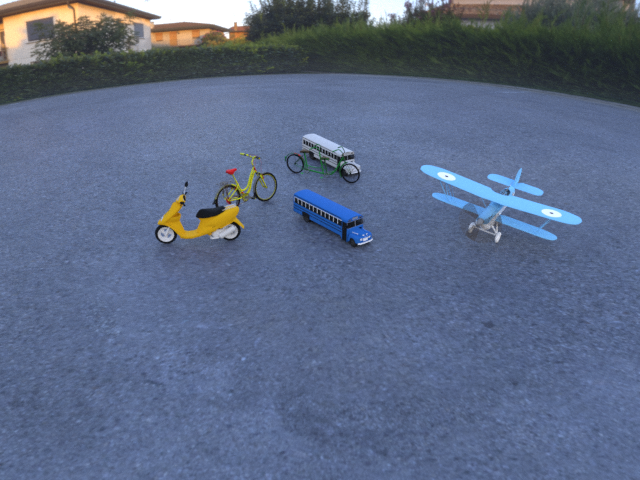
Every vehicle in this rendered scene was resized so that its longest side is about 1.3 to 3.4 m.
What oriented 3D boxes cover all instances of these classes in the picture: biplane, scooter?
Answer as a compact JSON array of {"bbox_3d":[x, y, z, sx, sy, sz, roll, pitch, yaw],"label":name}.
[{"bbox_3d":[2.950,-0.600,11.338,2.598,0.981,2.120,15,30,27],"label":"biplane"},{"bbox_3d":[-1.905,-0.388,10.973,1.399,0.919,0.662,-3,26,-6],"label":"scooter"}]

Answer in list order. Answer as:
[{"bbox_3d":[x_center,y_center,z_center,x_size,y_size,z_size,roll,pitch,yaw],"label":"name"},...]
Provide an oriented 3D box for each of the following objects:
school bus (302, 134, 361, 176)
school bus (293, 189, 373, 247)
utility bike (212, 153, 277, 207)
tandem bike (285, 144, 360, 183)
[{"bbox_3d":[0.229,-1.748,14.313,0.365,0.434,1.708,-16,30,-30],"label":"school bus"},{"bbox_3d":[0.200,-0.373,11.495,0.365,0.434,1.708,-19,32,-34],"label":"school bus"},{"bbox_3d":[-1.338,-1.014,12.226,1.435,0.946,0.535,-23,34,-39],"label":"utility bike"},{"bbox_3d":[0.029,-1.523,13.569,1.642,0.682,0.283,13,29,24],"label":"tandem bike"}]
